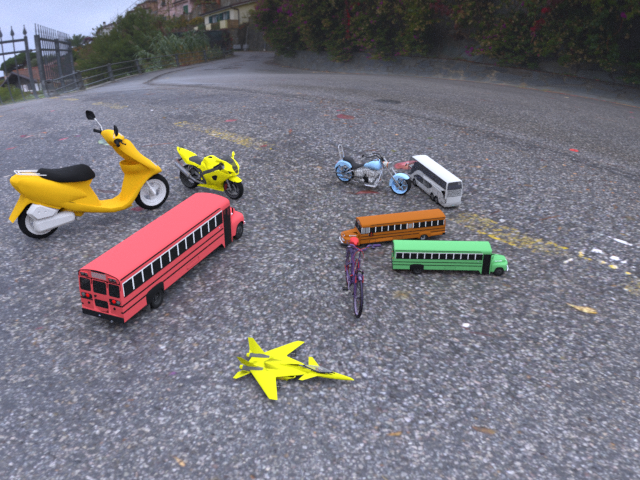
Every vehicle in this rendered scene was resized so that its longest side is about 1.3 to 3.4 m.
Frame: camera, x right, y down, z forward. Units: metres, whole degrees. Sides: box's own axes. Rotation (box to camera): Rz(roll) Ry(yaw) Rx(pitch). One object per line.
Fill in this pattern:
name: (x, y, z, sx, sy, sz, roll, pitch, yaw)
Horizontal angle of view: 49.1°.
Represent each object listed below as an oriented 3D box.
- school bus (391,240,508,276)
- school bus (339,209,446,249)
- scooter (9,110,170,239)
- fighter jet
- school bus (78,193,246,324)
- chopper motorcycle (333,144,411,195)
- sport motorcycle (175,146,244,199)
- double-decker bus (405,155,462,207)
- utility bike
school bus: (1.919, 0.251, 10.344, 1.708, 0.434, 0.365, 1, 26, 2)
school bus: (1.160, -0.186, 11.233, 1.708, 0.434, 0.365, -6, 27, -13)
scooter: (-3.784, -1.086, 11.533, 2.721, 1.786, 1.288, -19, 32, -33)
fighter jet: (-0.270, 1.443, 8.087, 1.358, 0.286, 1.147, 6, 27, 13)
school bus: (-2.125, 0.100, 10.188, 0.709, 0.844, 3.322, 11, 28, 20)
chopper motorcycle: (0.982, -1.328, 13.186, 1.563, 0.761, 0.466, 14, 29, 26)
sport motorcycle: (-2.040, -1.251, 12.962, 1.520, 0.821, 0.506, 15, 30, 28)
double-decker bus: (2.106, -1.125, 13.024, 0.389, 0.541, 1.672, -8, 27, -16)
utility bike: (0.515, 0.378, 9.507, 0.535, 0.946, 1.435, -2, 26, -5)
